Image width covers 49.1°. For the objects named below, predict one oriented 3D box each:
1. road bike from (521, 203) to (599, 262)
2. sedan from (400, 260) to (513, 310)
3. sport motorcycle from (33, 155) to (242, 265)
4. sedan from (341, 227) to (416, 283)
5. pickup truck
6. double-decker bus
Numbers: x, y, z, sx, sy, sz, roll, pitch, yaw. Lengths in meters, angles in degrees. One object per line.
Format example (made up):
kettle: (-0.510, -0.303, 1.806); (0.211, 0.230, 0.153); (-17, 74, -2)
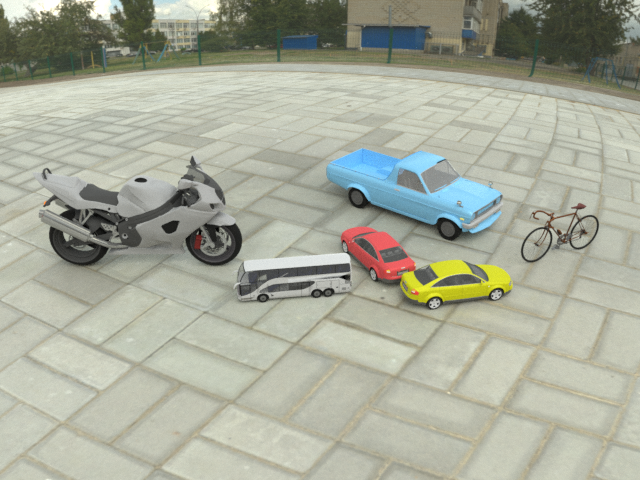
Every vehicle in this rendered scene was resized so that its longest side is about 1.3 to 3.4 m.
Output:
road bike: (3.725, -0.136, 10.765); (1.545, 0.852, 0.358); (-13, 31, -22)
sedan: (1.937, 0.561, 9.854); (1.613, 0.483, 0.635); (-6, 29, -12)
sport motorcycle: (-2.645, -0.341, 10.359); (2.955, 1.596, 0.983); (0, 28, 1)
sedan: (0.856, 0.135, 10.649); (0.635, 0.483, 1.613); (-13, 31, -22)
pickup truck: (1.597, -0.986, 12.202); (3.117, 0.993, 1.244); (22, 35, 35)
double-decker bus: (-0.388, 0.528, 9.854); (1.672, 0.541, 0.389); (-4, 28, -8)
